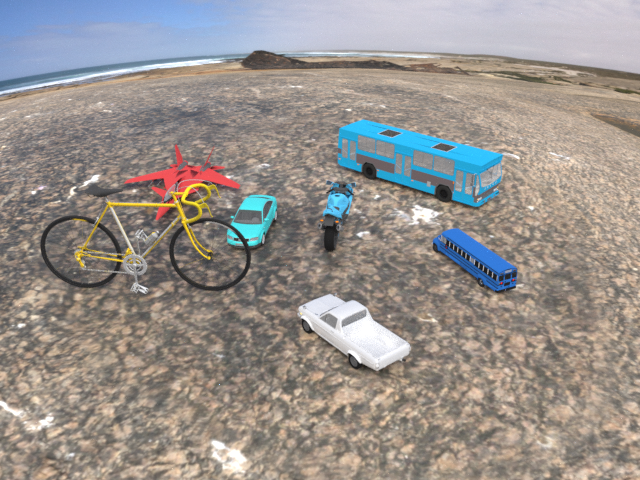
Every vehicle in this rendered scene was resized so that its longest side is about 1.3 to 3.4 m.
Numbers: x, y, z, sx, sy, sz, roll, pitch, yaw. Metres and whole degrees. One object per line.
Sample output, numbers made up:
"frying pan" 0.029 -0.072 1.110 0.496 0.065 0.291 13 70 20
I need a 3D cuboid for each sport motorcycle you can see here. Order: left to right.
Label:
"sport motorcycle" 0.275 -0.437 11.518 0.506 0.821 1.520 5 28 10

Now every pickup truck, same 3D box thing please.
"pickup truck" 0.397 1.109 8.845 0.640 0.511 1.603 -20 33 -33

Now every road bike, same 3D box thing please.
"road bike" -2.473 -0.024 9.800 3.004 1.656 0.697 1 27 2

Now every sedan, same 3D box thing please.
"sedan" -1.131 -0.371 11.761 0.635 0.483 1.613 4 27 8

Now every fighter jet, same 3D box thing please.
"fighter jet" -2.649 -1.091 13.082 2.229 0.557 2.640 3 27 6

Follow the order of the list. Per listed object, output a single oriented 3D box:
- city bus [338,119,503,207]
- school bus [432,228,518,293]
"city bus" 1.843 -1.497 13.504 3.255 0.894 0.926 22 34 36
"school bus" 2.289 0.256 10.592 0.365 0.434 1.708 -12 30 -23
